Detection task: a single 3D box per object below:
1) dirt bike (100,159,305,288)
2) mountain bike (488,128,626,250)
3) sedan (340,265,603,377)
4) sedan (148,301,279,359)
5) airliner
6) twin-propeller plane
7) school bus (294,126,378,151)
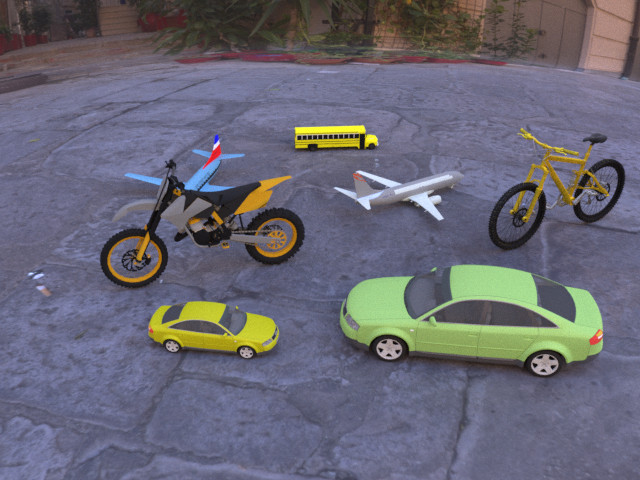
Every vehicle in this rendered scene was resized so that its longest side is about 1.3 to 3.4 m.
[{"bbox_3d":[-1.597,-0.215,9.696,2.903,1.666,1.024,-10,31,-16],"label":"dirt bike"},{"bbox_3d":[3.739,-0.835,10.771,2.857,1.688,1.114,-16,33,-26],"label":"mountain bike"},{"bbox_3d":[1.811,0.857,8.541,3.137,0.940,1.235,4,30,7],"label":"sedan"},{"bbox_3d":[-1.310,1.061,8.644,1.613,0.483,0.635,4,30,7],"label":"sedan"},{"bbox_3d":[1.547,-1.027,11.975,2.541,0.835,2.257,-18,34,-29],"label":"airliner"},{"bbox_3d":[-2.102,-1.151,12.239,2.663,0.792,2.129,7,30,12],"label":"twin-propeller plane"},{"bbox_3d":[0.333,-2.075,14.234,1.708,0.434,0.365,-2,30,-4],"label":"school bus"}]
